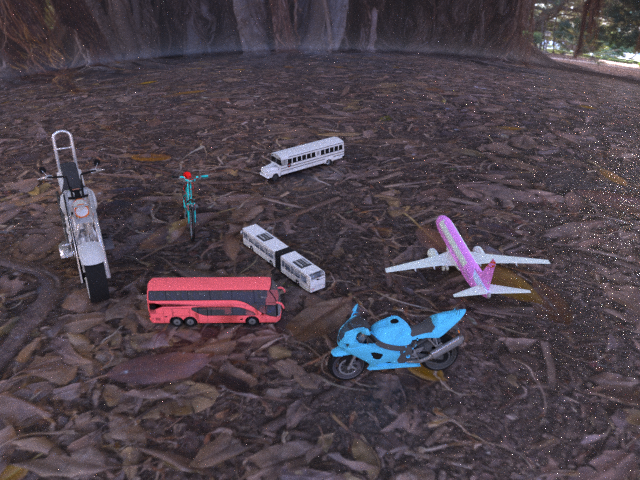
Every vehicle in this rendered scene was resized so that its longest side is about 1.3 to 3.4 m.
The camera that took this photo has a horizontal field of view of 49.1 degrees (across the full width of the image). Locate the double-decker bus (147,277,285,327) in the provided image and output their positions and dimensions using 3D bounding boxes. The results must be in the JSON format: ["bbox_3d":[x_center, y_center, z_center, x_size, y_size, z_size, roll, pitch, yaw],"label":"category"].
[{"bbox_3d":[-1.268,0.749,8.627,1.672,0.541,0.389,0,29,-1],"label":"double-decker bus"}]

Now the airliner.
[{"bbox_3d":[1.968,0.052,9.595,2.257,0.835,2.541,-3,29,-5],"label":"airliner"}]

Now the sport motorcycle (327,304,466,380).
[{"bbox_3d":[0.830,1.131,7.634,1.520,0.821,0.506,-5,29,-9],"label":"sport motorcycle"}]

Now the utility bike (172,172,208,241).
[{"bbox_3d":[-1.973,-0.640,10.747,0.535,0.946,1.435,-7,29,-13],"label":"utility bike"}]

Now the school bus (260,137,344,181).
[{"bbox_3d":[-0.324,-1.500,12.854,1.708,0.434,0.365,-20,34,-32],"label":"school bus"}]

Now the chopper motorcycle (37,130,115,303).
[{"bbox_3d":[-3.358,-0.402,9.754,0.906,1.480,3.040,-12,31,-20],"label":"chopper motorcycle"}]

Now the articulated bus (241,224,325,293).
[{"bbox_3d":[-0.543,0.231,9.837,0.311,0.289,1.749,-20,34,-31],"label":"articulated bus"}]
